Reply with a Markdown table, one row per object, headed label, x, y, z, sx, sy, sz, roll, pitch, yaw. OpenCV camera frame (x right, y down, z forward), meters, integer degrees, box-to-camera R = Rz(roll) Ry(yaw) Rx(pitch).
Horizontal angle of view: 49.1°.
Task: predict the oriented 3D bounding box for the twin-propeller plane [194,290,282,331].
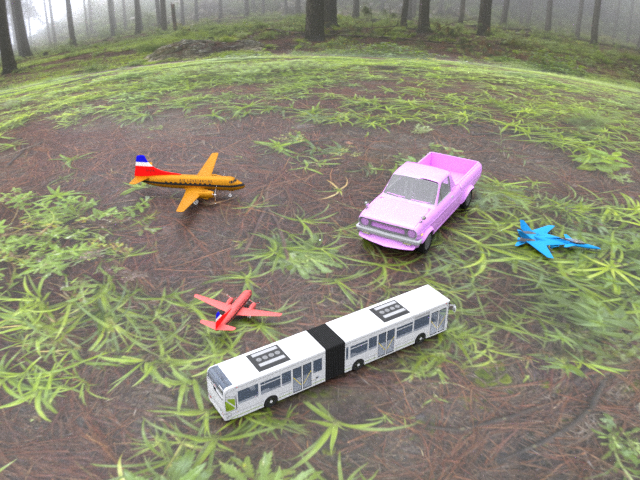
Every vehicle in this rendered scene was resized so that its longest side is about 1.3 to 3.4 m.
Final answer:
| label | x | y | z | sx | sy | sz | roll | pitch | yaw |
| --- | --- | --- | --- | --- | --- | --- | --- | --- | --- |
| twin-propeller plane | -1.205 | 0.933 | 9.798 | 1.370 | 0.407 | 1.095 | 11 | 31 | 18 |

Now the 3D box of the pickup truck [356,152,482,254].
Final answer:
| label | x | y | z | sx | sy | sz | roll | pitch | yaw |
| --- | --- | --- | --- | --- | --- | --- | --- | --- | --- |
| pickup truck | 1.827 | -0.834 | 12.326 | 1.244 | 0.993 | 3.117 | 16 | 33 | 26 |

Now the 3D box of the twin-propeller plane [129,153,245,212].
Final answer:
| label | x | y | z | sx | sy | sz | roll | pitch | yaw |
| --- | --- | --- | --- | --- | --- | --- | --- | --- | --- |
| twin-propeller plane | -2.462 | -1.194 | 13.167 | 2.129 | 0.792 | 2.663 | 3 | 30 | 5 |

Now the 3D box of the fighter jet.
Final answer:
| label | x | y | z | sx | sy | sz | roll | pitch | yaw |
| --- | --- | --- | --- | --- | --- | --- | --- | --- | --- |
| fighter jet | 3.963 | -0.029 | 11.621 | 1.358 | 0.286 | 1.147 | 9 | 31 | 15 |

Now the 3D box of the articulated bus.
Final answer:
| label | x | y | z | sx | sy | sz | roll | pitch | yaw |
| --- | --- | --- | --- | --- | --- | --- | --- | --- | --- |
| articulated bus | 0.227 | 1.360 | 8.886 | 3.401 | 0.561 | 0.605 | -17 | 34 | -28 |
